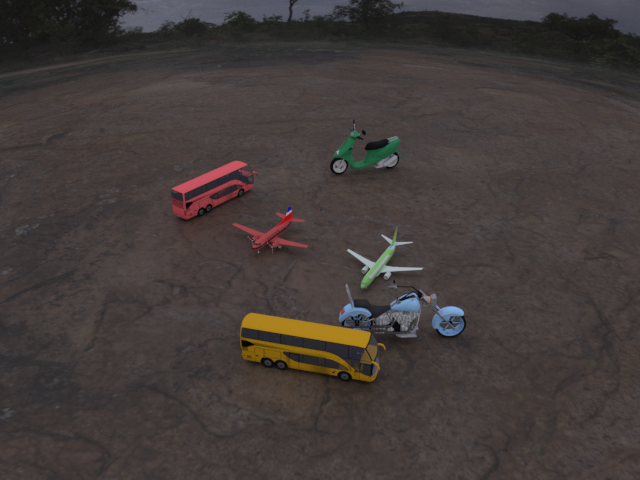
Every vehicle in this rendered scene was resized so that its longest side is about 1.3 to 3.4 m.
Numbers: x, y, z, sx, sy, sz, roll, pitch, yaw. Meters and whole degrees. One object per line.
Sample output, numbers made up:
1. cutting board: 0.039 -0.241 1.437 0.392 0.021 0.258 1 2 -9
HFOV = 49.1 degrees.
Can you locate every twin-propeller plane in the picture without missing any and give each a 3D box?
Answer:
1. twin-propeller plane: -0.715 -0.145 10.654 1.370 0.407 1.095 17 34 27

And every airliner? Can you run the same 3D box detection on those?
1. airliner: 0.859 0.258 9.932 1.161 0.429 1.307 14 33 23

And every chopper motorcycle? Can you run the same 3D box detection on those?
1. chopper motorcycle: 1.016 0.863 8.546 1.563 0.761 0.466 -1 30 -1

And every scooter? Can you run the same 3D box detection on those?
1. scooter: 0.858 -1.687 12.823 1.399 0.919 0.662 -8 31 -13

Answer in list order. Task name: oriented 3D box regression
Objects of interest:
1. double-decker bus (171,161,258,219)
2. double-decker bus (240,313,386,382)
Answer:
1. double-decker bus: -1.763 -0.869 11.780 0.389 0.541 1.672 22 36 33
2. double-decker bus: -0.098 1.246 8.100 1.672 0.541 0.389 8 31 13
